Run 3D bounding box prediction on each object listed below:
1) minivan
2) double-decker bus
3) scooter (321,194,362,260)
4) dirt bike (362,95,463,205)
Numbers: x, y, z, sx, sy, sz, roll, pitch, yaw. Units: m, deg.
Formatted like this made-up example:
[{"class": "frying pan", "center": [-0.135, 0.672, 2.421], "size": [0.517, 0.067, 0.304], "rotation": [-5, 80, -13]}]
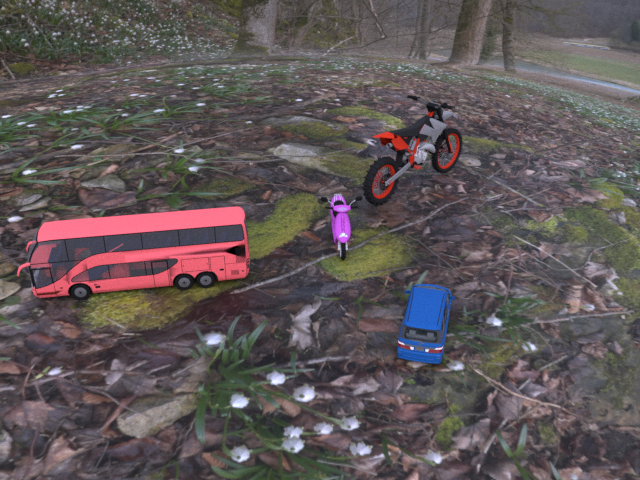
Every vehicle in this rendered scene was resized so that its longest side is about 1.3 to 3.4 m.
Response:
[{"class": "minivan", "center": [1.414, 0.991, 9.302], "size": [0.681, 0.616, 1.548], "rotation": [7, 30, 12]}, {"class": "double-decker bus", "center": [-2.674, 0.187, 10.292], "size": [3.251, 1.052, 0.756], "rotation": [-5, 30, -9]}, {"class": "scooter", "center": [0.333, -0.362, 11.410], "size": [0.662, 0.919, 1.399], "rotation": [-2, 29, -3]}, {"class": "dirt bike", "center": [1.813, -1.751, 13.125], "size": [1.024, 1.666, 2.903], "rotation": [26, 38, 38]}]
